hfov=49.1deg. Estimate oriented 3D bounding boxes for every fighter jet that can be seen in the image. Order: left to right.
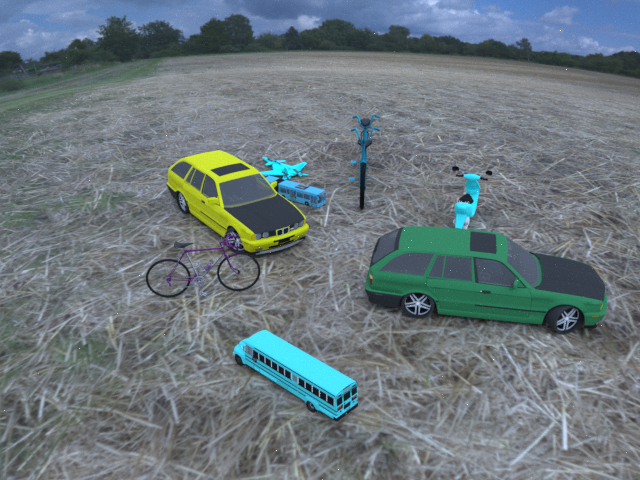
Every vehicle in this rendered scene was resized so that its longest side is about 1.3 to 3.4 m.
[{"bbox_3d":[-0.826,-1.529,13.907,1.147,0.286,1.358,-16,31,-29],"label":"fighter jet"}]

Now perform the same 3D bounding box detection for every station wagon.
[{"bbox_3d":[-1.428,-0.732,11.605,1.327,0.920,3.105,-18,32,-31],"label":"station wagon"},{"bbox_3d":[2.186,0.434,9.275,3.105,0.920,1.327,5,27,11],"label":"station wagon"}]

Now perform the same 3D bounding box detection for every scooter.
[{"bbox_3d":[2.437,-0.692,11.528,0.662,0.919,1.399,10,28,19],"label":"scooter"}]

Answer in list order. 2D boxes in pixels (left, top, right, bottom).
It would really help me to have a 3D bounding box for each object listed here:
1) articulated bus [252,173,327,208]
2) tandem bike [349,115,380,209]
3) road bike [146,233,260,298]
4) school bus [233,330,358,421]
[{"bbox_3d":[-0.663,-0.929,12.706,1.749,0.289,0.311,17,31,31],"label":"articulated bus"},{"bbox_3d":[0.829,-1.696,13.078,0.550,1.326,3.192,2,27,4],"label":"tandem bike"},{"bbox_3d":[-1.583,0.367,9.486,1.545,0.852,0.358,-5,27,-9],"label":"road bike"},{"bbox_3d":[-0.328,1.442,7.803,1.708,0.434,0.365,23,35,38],"label":"school bus"}]
